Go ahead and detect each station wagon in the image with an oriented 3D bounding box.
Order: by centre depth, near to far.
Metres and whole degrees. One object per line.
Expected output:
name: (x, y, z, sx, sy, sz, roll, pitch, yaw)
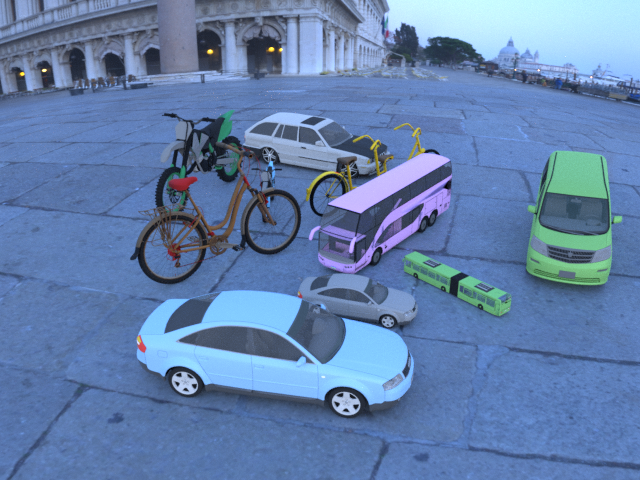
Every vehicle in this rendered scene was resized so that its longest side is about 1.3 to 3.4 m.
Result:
station wagon: (-0.074, -2.053, 14.678, 3.105, 0.920, 1.327, 13, 28, 25)

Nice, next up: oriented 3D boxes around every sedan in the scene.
sedan: (-0.508, 1.159, 7.900, 3.137, 0.940, 1.235, 5, 26, 11)
sedan: (0.493, 0.752, 9.288, 1.613, 0.483, 0.635, 7, 26, 14)

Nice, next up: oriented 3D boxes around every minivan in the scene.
minivan: (3.926, -0.409, 10.898, 1.324, 1.197, 3.011, 8, 27, 17)

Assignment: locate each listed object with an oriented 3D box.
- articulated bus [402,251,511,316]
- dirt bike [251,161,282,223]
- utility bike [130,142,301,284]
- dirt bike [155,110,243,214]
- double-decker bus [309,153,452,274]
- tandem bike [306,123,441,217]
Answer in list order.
articulated bus: (1.887, 0.592, 9.851, 0.311, 0.289, 1.749, -20, 32, -36)
dirt bike: (-0.910, -0.919, 12.366, 0.527, 0.857, 1.493, 1, 25, 2)
utility bike: (-1.516, -0.454, 10.245, 2.791, 1.839, 1.039, -16, 30, -31)
dirt bike: (-2.141, -1.529, 12.708, 1.024, 1.666, 2.903, 10, 27, 20)
double-decker bus: (1.098, -0.468, 11.191, 0.756, 1.052, 3.251, 17, 31, 32)
tandem bike: (1.060, -1.301, 12.625, 3.192, 1.326, 0.550, -17, 30, -32)
